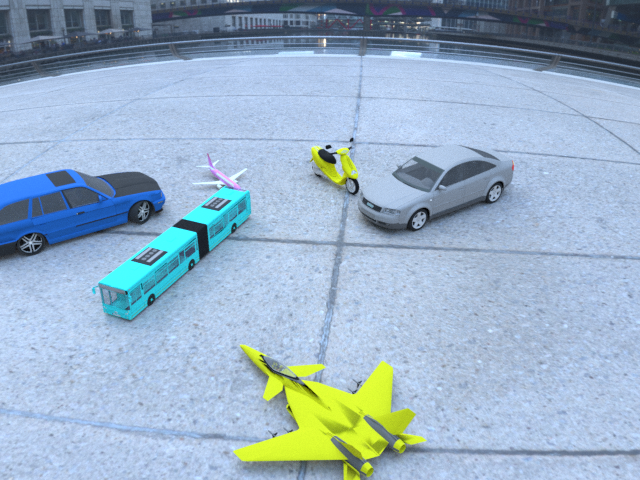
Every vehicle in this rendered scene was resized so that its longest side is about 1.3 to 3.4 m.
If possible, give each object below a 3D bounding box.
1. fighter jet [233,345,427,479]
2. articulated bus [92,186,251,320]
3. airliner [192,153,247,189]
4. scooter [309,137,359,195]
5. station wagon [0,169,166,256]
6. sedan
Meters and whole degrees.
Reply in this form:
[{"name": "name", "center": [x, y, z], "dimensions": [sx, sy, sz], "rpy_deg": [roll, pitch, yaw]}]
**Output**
[{"name": "fighter jet", "center": [-0.147, 1.679, 7.943], "dimensions": [2.229, 0.557, 2.640], "rpy_deg": [-23, 37, -35]}, {"name": "articulated bus", "center": [-2.091, 0.083, 10.711], "dimensions": [0.605, 0.561, 3.401], "rpy_deg": [13, 32, 21]}, {"name": "airliner", "center": [-1.808, -1.237, 13.135], "dimensions": [1.161, 0.429, 1.307], "rpy_deg": [-20, 35, -30]}, {"name": "scooter", "center": [0.263, -1.454, 13.021], "dimensions": [0.662, 0.919, 1.399], "rpy_deg": [-22, 36, -33]}, {"name": "station wagon", "center": [-4.143, -0.631, 11.590], "dimensions": [3.105, 0.920, 1.327], "rpy_deg": [-19, 35, -29]}, {"name": "sedan", "center": [2.070, -1.051, 12.301], "dimensions": [3.137, 0.940, 1.235], "rpy_deg": [-19, 35, -30]}]
